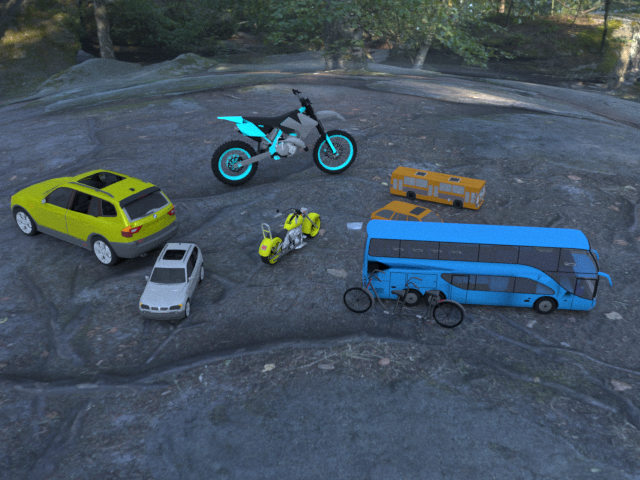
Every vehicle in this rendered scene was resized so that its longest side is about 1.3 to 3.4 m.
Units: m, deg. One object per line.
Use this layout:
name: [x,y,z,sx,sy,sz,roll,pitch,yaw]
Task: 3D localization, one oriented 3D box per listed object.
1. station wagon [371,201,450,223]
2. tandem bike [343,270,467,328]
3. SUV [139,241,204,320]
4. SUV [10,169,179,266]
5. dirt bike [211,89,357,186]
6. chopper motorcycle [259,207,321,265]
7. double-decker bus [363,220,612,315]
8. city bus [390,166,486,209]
station wagon: [1.609,-0.256,11.395,1.597,0.473,0.682,18,32,32]
tandem bike: [1.098,0.768,9.153,1.642,0.682,0.283,8,28,15]
SUV: [-2.044,0.533,9.727,0.656,0.580,1.572,1,27,2]
SUV: [-3.679,-0.548,11.248,3.058,1.128,1.276,17,31,29]
dirt bike: [-0.660,-1.931,13.372,2.903,1.666,1.024,-8,28,-15]
chopper motorcycle: [-0.439,-0.172,10.913,0.466,0.761,1.563,15,31,28]
double-decker bus: [2.215,0.351,9.564,3.251,1.052,0.756,3,27,6]
city bus: [2.134,-0.938,12.750,1.674,0.460,0.476,13,30,23]
